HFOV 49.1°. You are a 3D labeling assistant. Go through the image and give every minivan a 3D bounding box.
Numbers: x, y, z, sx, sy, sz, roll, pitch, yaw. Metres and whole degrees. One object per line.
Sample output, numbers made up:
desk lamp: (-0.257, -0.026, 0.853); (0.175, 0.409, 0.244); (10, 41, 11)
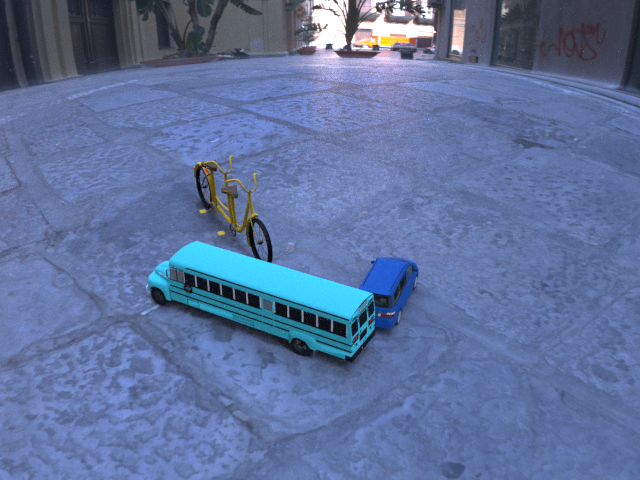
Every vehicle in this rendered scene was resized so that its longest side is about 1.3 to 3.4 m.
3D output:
minivan: (0.944, 0.609, 9.709); (0.681, 0.616, 1.548); (10, 30, 18)

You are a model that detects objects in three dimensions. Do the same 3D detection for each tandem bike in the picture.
tandem bike: (-1.480, -0.699, 11.355); (0.550, 1.326, 3.192); (-15, 32, -25)

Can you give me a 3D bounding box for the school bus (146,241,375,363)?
school bus: (-0.899, 0.726, 9.258); (3.322, 0.844, 0.709); (15, 32, 25)
